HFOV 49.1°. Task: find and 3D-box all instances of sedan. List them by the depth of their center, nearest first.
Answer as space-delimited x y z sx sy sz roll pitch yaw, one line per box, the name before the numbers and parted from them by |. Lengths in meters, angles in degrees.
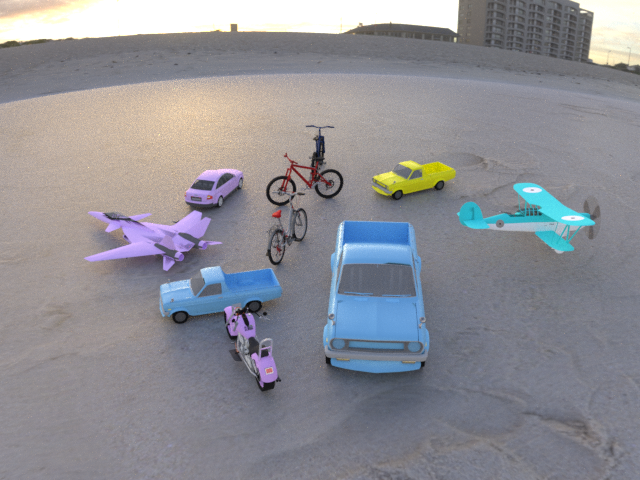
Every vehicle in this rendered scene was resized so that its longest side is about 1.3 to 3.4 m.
sedan | -1.902 -1.029 12.750 0.635 0.483 1.613 8 27 16

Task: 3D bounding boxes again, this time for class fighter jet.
fighter jet | -2.898 -0.271 11.110 2.640 0.557 2.229 19 32 33

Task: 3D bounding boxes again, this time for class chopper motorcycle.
chopper motorcycle | -0.835 1.096 8.070 0.466 0.761 1.563 -11 28 -21

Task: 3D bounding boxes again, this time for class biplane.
biplane | 3.168 -0.314 10.714 2.120 0.981 2.598 -1 26 -2

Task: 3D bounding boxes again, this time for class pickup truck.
pickup truck | 0.723 0.508 9.012 1.244 0.993 3.117 2 26 4
pickup truck | -1.322 0.654 9.263 1.603 0.511 0.640 -7 27 -15
pickup truck | 1.753 -1.188 13.045 1.603 0.511 0.640 -14 29 -27

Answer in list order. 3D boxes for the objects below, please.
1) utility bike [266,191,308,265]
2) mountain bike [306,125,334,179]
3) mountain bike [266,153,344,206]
utility bike | -0.540 -0.246 10.615 0.535 0.946 1.435 10 28 20
mountain bike | -0.036 -1.749 13.789 0.573 0.868 1.469 3 26 7
mountain bike | -0.261 -1.080 12.416 1.469 0.868 0.573 -10 28 -19
